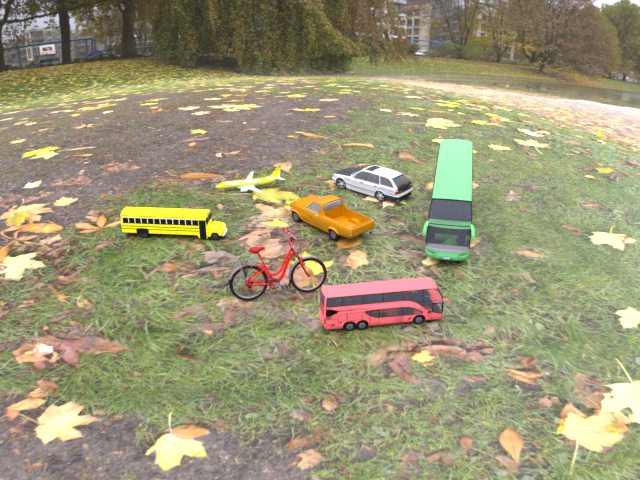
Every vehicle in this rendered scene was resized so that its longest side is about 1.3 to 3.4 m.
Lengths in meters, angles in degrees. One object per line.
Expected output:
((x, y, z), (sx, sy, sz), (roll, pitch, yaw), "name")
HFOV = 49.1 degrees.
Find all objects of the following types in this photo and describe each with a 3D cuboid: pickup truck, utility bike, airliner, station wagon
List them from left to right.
((-1.351, -1.185, 13.395), (1.307, 0.429, 1.161), (-6, 27, -13), "airliner")
((-0.610, 0.335, 9.653), (1.435, 0.946, 0.535), (-7, 27, -14), "utility bike")
((0.175, -0.436, 11.750), (0.640, 0.511, 1.603), (-21, 33, -37), "pickup truck")
((0.973, -1.149, 13.270), (1.597, 0.473, 0.682), (20, 32, 36), "station wagon")

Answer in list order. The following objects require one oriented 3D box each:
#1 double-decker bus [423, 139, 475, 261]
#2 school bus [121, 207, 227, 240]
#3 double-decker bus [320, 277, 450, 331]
((2.206, -0.720, 11.716), (0.756, 1.052, 3.251), (5, 26, 10), "double-decker bus")
((-2.392, -0.280, 11.516), (1.708, 0.434, 0.365), (2, 26, 4), "school bus")
((0.832, 0.824, 9.106), (1.672, 0.541, 0.389), (-4, 26, -9), "double-decker bus")
